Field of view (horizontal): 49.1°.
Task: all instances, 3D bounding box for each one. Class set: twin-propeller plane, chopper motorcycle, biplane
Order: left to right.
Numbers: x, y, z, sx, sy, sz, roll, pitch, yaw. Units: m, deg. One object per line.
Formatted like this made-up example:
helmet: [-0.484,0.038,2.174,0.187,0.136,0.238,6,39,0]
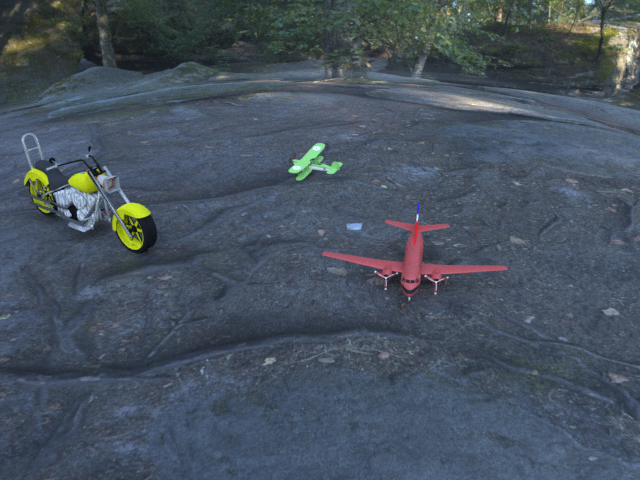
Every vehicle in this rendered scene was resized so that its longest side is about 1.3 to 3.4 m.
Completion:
chopper motorcycle: [-3.853,-0.798,11.477,3.040,1.480,0.906,17,31,31]
biplane: [-0.110,-1.489,14.029,1.090,0.504,1.336,12,28,23]
twin-propeller plane: [1.379,0.162,10.279,2.663,0.792,2.129,4,26,9]
